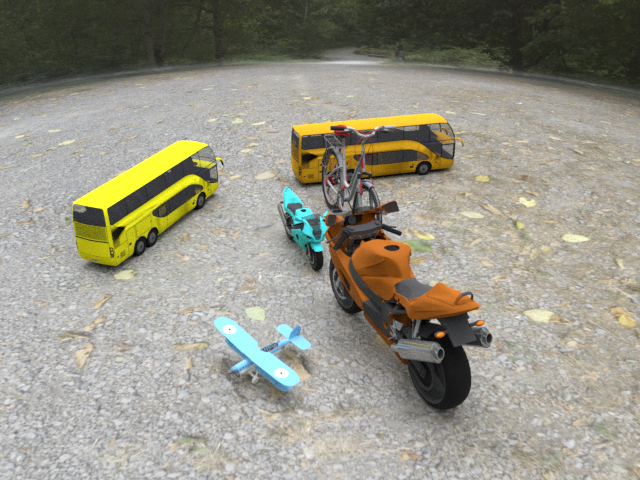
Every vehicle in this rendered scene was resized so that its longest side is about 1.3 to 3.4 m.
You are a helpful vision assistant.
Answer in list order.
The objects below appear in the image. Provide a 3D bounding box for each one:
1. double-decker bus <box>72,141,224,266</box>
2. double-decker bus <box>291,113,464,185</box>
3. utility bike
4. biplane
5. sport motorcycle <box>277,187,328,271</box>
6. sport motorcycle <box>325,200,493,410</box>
[{"bbox_3d":[-2.641,-0.704,11.212,0.756,1.052,3.251,10,29,19],"label":"double-decker bus"},{"bbox_3d":[1.072,-1.735,13.197,3.251,1.052,0.756,-7,28,-14],"label":"double-decker bus"},{"bbox_3d":[0.547,-1.062,11.047,1.039,1.839,2.791,-8,29,-15],"label":"utility bike"},{"bbox_3d":[-0.605,1.297,7.950,1.090,0.504,1.336,-25,36,-39],"label":"biplane"},{"bbox_3d":[-0.255,-0.178,10.448,0.506,0.821,1.520,-10,29,-18],"label":"sport motorcycle"},{"bbox_3d":[0.828,0.637,8.037,0.983,1.596,2.955,-13,30,-23],"label":"sport motorcycle"}]
